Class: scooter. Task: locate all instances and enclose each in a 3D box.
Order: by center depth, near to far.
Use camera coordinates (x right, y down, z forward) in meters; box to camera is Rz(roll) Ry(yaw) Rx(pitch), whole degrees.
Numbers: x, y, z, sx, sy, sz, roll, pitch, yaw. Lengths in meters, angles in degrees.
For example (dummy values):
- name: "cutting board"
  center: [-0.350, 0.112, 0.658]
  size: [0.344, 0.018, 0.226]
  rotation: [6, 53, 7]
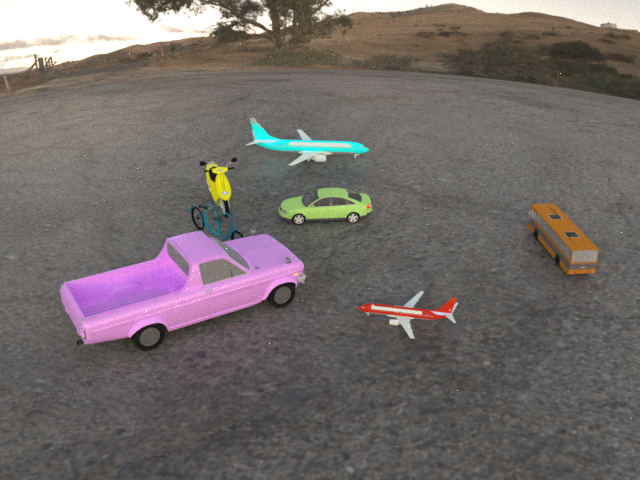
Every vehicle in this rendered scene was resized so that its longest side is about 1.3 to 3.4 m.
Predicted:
- name: "scooter"
  center: [-1.807, -1.049, 12.428]
  size: [0.662, 0.919, 1.399]
  rotation: [-9, 28, -17]

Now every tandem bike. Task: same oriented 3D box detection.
- name: "tandem bike"
  center: [-1.648, -0.288, 11.184]
  size: [0.283, 0.682, 1.642]
  rotation: [-21, 33, -35]

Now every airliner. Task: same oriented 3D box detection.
- name: "airliner"
  center: [1.139, 0.866, 9.180]
  size: [1.307, 0.429, 1.161]
  rotation: [6, 27, 12]
- name: "airliner"
  center: [-0.240, -2.137, 14.675]
  size: [2.541, 0.835, 2.257]
  rotation: [1, 27, 3]

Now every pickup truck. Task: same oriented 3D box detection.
- name: "pickup truck"
  center: [-1.749, 0.523, 9.235]
  size: [3.117, 0.993, 1.244]
  rotation: [-15, 31, -28]

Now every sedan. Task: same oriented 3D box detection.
- name: "sedan"
  center: [0.092, -0.614, 12.052]
  size: [1.613, 0.483, 0.635]
  rotation: [-2, 27, -4]

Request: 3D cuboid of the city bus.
- name: "city bus"
  center: [3.749, -0.022, 10.904]
  size: [0.476, 0.460, 1.674]
  rotation: [-2, 27, -5]
